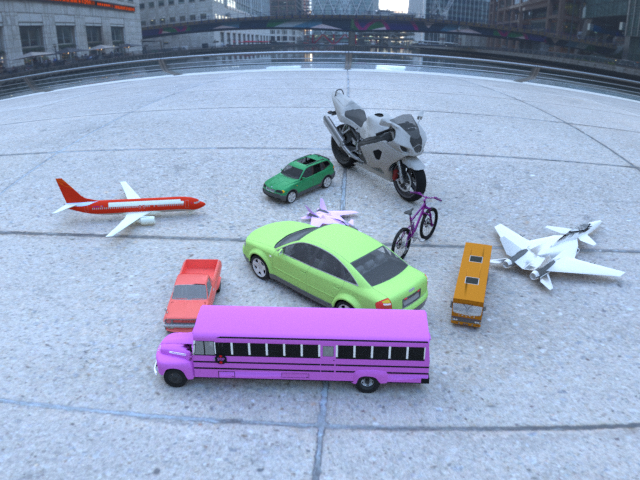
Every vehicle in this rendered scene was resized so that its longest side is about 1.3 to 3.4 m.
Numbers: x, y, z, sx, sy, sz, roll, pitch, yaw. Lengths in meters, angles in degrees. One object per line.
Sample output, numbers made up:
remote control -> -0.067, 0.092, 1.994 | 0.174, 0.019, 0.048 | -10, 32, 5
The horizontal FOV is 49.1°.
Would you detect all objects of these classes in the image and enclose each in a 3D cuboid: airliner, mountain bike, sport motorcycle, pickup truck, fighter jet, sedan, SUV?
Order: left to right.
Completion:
airliner -> -3.317, -0.767, 12.331 | 2.541, 0.835, 2.257 | -4, 28, -7
pickup truck -> -1.780, 0.715, 9.912 | 0.640, 0.511, 1.603 | 0, 28, 1
SUV -> -0.392, -1.213, 13.434 | 0.656, 0.580, 1.572 | 24, 37, 37
sedan -> 0.128, 0.292, 10.246 | 3.137, 0.940, 1.235 | 25, 37, 38
fighter jet -> 0.331, -0.343, 12.121 | 1.147, 0.286, 1.358 | -25, 37, -38
sport motorcycle -> 1.085, -1.878, 13.598 | 0.983, 1.596, 2.955 | -17, 33, -28
mountain bike -> 1.555, -0.237, 11.307 | 0.573, 0.868, 1.469 | 19, 34, 31
fighter jet -> 3.936, -0.053, 11.295 | 2.640, 0.557, 2.229 | -24, 36, -37

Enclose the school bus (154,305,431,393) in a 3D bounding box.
school bus -> -0.354, 1.288, 8.489 | 3.322, 0.844, 0.709 | 1, 28, 2

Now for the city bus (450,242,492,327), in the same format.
city bus -> 2.204, 0.629, 10.124 | 0.476, 0.460, 1.674 | 8, 29, 14
